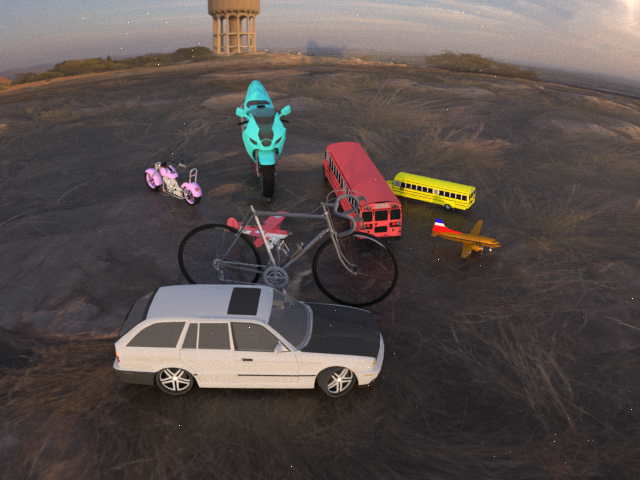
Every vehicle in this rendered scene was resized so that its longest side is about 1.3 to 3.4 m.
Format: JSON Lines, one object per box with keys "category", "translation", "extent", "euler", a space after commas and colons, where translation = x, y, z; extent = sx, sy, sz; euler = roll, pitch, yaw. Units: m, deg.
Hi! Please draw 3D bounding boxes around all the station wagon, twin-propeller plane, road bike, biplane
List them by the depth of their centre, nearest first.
{"category": "station wagon", "translation": [-0.796, 1.095, 8.239], "extent": [3.105, 0.920, 1.327], "euler": [1, 28, 1]}
{"category": "road bike", "translation": [-0.446, 0.131, 9.295], "extent": [3.004, 1.656, 0.697], "euler": [3, 28, 6]}
{"category": "twin-propeller plane", "translation": [2.314, -0.075, 11.042], "extent": [1.095, 0.407, 1.370], "euler": [11, 29, 19]}
{"category": "biplane", "translation": [-0.952, -0.157, 11.095], "extent": [1.090, 0.504, 1.336], "euler": [7, 28, 14]}

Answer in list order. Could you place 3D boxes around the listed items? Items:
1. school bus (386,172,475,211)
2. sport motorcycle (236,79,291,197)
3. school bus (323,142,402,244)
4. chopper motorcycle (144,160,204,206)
{"category": "school bus", "translation": [1.914, -0.885, 12.569], "extent": [1.708, 0.434, 0.365], "euler": [15, 31, 26]}
{"category": "sport motorcycle", "translation": [-1.117, -2.010, 13.471], "extent": [0.983, 1.596, 2.955], "euler": [-4, 28, -7]}
{"category": "school bus", "translation": [0.646, -0.949, 12.248], "extent": [0.709, 0.844, 3.322], "euler": [-5, 28, -9]}
{"category": "chopper motorcycle", "translation": [-2.683, -1.112, 12.651], "extent": [1.563, 0.761, 0.466], "euler": [23, 35, 37]}
